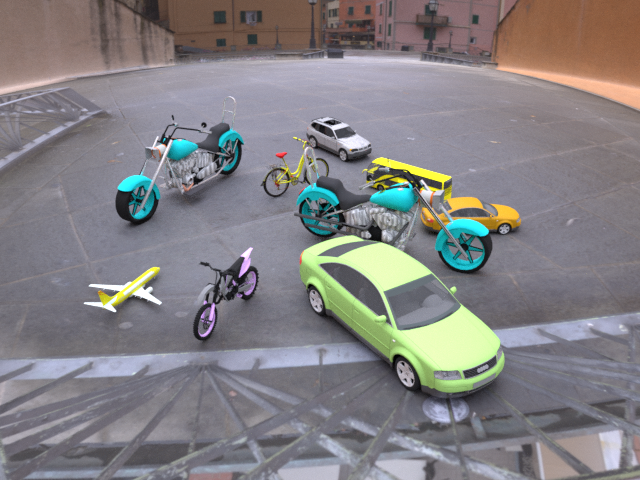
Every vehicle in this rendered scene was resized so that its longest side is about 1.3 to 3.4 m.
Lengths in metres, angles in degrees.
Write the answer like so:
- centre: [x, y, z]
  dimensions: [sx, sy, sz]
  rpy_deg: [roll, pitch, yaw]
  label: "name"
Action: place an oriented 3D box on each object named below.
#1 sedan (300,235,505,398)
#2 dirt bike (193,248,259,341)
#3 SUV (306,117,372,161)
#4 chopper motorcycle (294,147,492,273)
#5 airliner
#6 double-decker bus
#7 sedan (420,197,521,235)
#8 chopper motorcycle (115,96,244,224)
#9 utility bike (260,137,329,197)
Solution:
- centre: [0.911, 0.747, 8.610]
  dimensions: [1.235, 0.940, 3.137]
  rpy_deg: [-17, 33, -29]
  label: "sedan"
- centre: [-1.181, 0.625, 8.926]
  dimensions: [0.527, 0.857, 1.493]
  rpy_deg: [13, 31, 22]
  label: "dirt bike"
- centre: [0.375, -2.096, 14.324]
  dimensions: [0.656, 0.580, 1.572]
  rpy_deg: [-21, 34, -34]
  label: "SUV"
- centre: [1.037, -0.456, 10.292]
  dimensions: [3.040, 1.480, 0.906]
  rpy_deg: [13, 31, 22]
  label: "chopper motorcycle"
- centre: [-2.563, 0.580, 9.466]
  dimensions: [1.161, 0.429, 1.307]
  rpy_deg: [11, 30, 20]
  label: "airliner"
- centre: [1.532, -1.035, 12.375]
  dimensions: [1.672, 0.541, 0.389]
  rpy_deg: [21, 34, 34]
  label: "double-decker bus"
- centre: [2.434, -0.411, 11.266]
  dimensions: [1.613, 0.483, 0.635]
  rpy_deg: [-2, 28, -4]
  label: "sedan"
- centre: [-2.370, -1.429, 12.117]
  dimensions: [0.906, 1.480, 3.040]
  rpy_deg: [17, 32, 28]
  label: "chopper motorcycle"
- centre: [-0.466, -1.322, 12.484]
  dimensions: [1.435, 0.946, 0.535]
  rpy_deg: [-17, 33, -29]
  label: "utility bike"
